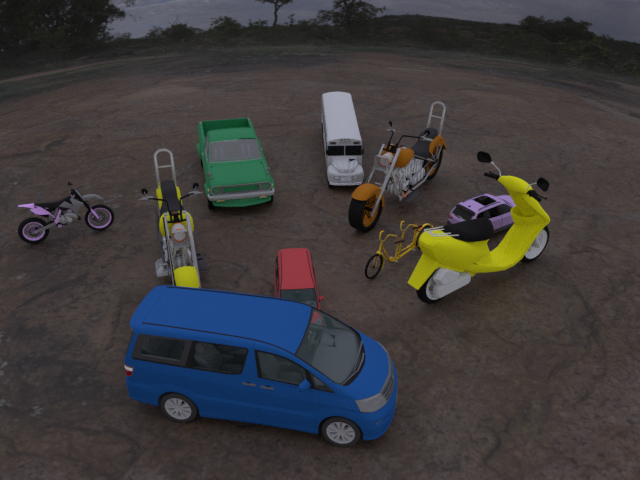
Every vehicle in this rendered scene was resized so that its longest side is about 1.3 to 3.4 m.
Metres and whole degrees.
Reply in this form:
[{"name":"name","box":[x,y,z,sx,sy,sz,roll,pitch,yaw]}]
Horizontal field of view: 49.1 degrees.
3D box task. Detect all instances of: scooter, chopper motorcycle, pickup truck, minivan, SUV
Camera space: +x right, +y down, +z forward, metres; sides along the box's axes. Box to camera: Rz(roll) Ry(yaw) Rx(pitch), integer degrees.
[{"name":"scooter","box":[2.371,-0.164,9.847,2.721,1.786,1.288,-19,35,-29]},{"name":"chopper motorcycle","box":[1.401,-1.314,12.138,0.906,1.480,3.040,19,35,29]},{"name":"pickup truck","box":[-1.644,-1.609,13.133,1.244,0.993,3.117,-6,31,-10]},{"name":"minivan","box":[-0.628,1.335,7.848,3.011,1.197,1.324,6,31,10]},{"name":"minivan","box":[-0.313,0.731,9.471,0.681,0.616,1.548,-3,30,-4]},{"name":"SUV","box":[2.819,-0.456,11.554,1.572,0.580,0.656,-19,35,-30]},{"name":"chopper motorcycle","box":[-2.069,-0.115,10.069,0.906,1.480,3.040,-8,31,-14]}]

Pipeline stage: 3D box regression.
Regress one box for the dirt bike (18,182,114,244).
[{"name":"dirt bike","box":[-4.090,-0.427,11.229,1.493,0.857,0.527,-13,32,-21]}]

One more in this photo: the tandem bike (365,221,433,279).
[{"name":"tandem bike","box":[1.223,0.046,10.586,0.283,0.682,1.642,26,39,37]}]

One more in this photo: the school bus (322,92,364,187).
[{"name":"school bus","box":[0.419,-2.056,14.053,0.709,0.844,3.322,-1,30,-2]}]
